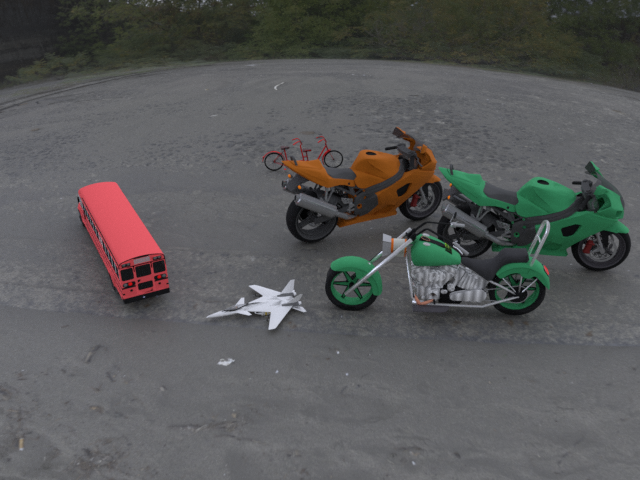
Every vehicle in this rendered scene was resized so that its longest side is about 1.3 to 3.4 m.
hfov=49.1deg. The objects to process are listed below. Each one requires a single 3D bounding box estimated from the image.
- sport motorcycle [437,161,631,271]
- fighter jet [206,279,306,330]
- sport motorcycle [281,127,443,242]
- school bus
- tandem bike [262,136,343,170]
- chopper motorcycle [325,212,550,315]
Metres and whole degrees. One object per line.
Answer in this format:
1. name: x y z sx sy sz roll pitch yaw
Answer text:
1. sport motorcycle: 3.236 -0.341 10.642 2.955 1.596 0.983 6 29 10
2. fighter jet: -0.924 0.884 9.774 1.358 0.286 1.147 -9 30 -16
3. sport motorcycle: 0.770 -0.871 11.604 2.955 1.596 0.983 -11 31 -20
4. school bus: -3.195 -0.109 11.001 0.709 0.844 3.322 -14 32 -24
5. tandem bike: -0.345 -1.734 14.122 1.642 0.682 0.283 -3 29 -5
6. chopper motorcycle: 1.592 0.346 9.515 3.040 1.480 0.906 3 29 5
